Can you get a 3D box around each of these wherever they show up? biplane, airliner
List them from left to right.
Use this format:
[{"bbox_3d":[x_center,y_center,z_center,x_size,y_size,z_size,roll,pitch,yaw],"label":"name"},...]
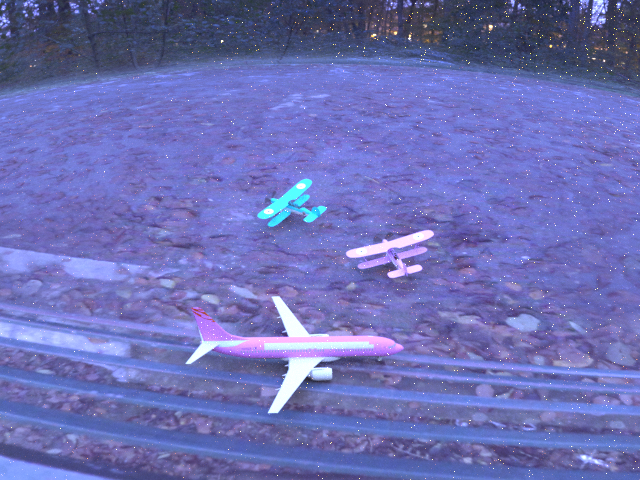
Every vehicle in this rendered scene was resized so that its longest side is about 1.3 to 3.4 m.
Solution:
[{"bbox_3d":[-0.445,-0.527,11.730,1.090,0.504,1.336,19,33,31],"label":"biplane"},{"bbox_3d":[-0.259,1.124,8.303,2.541,0.835,2.257,-1,28,-2],"label":"airliner"},{"bbox_3d":[1.076,0.257,10.269,1.336,0.504,1.090,-7,29,-12],"label":"biplane"}]
